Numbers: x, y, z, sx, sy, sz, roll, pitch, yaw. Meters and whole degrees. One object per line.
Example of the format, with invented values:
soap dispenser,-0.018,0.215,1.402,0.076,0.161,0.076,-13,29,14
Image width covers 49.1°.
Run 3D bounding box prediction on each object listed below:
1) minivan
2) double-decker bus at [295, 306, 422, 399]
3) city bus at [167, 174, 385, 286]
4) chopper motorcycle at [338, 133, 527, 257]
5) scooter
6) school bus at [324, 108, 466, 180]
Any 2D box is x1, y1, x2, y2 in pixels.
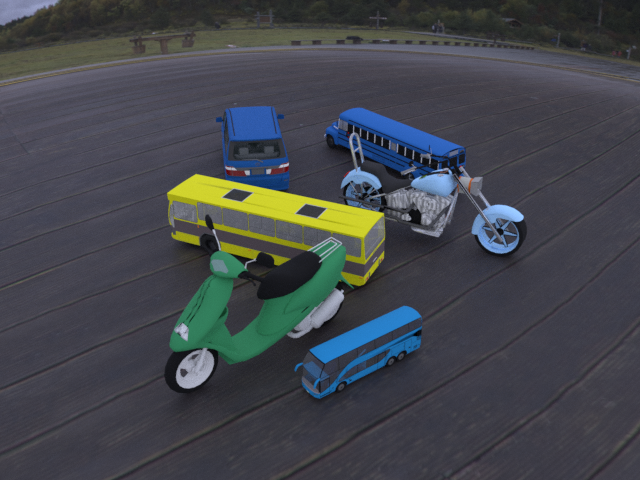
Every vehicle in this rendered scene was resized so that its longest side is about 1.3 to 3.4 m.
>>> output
minivan,-1.270,-1.878,13.191,1.324,1.197,3.011,-4,30,-7
double-decker bus,0.495,1.313,8.230,1.672,0.541,0.389,-20,35,-31
city bus,-0.691,-0.160,10.469,3.255,0.894,0.926,13,32,22
chopper motorcycle,1.712,-0.720,10.863,3.040,1.480,0.906,15,33,25
scooter,-0.665,0.612,8.205,2.721,1.786,1.288,-23,37,-34
school bus,1.320,-1.836,13.475,0.709,0.844,3.322,-22,36,-33
